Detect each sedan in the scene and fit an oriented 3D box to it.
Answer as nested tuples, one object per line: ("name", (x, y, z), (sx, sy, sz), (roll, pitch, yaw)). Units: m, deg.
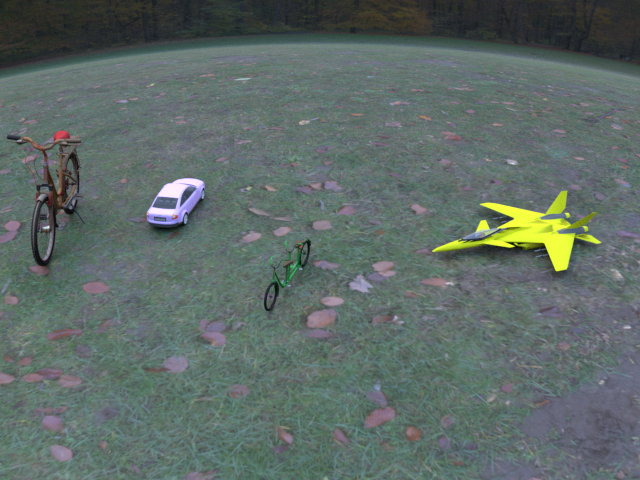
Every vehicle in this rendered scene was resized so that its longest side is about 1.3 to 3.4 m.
("sedan", (-2.435, -0.716, 11.935), (0.635, 0.483, 1.613), (5, 31, 9))

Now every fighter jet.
("fighter jet", (2.965, -0.181, 10.945), (2.640, 0.557, 2.229), (-9, 32, -16))

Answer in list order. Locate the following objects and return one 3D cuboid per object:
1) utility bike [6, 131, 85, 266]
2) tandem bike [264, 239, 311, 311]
("utility bike", (-4.044, -0.912, 10.926), (1.039, 1.839, 2.791), (-2, 30, -4))
("tandem bike", (-0.441, 0.358, 9.896), (0.283, 0.682, 1.642), (11, 32, 18))
